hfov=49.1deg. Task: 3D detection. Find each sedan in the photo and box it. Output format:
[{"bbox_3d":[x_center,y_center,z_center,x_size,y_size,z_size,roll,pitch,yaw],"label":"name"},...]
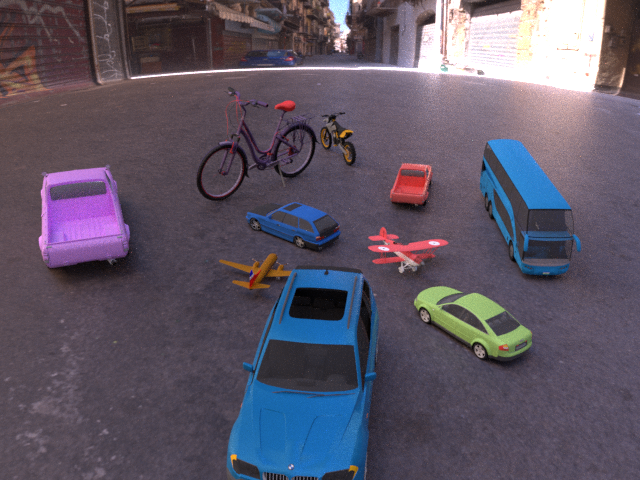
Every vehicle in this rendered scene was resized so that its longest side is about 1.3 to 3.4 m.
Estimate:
[{"bbox_3d":[1.817,0.917,8.473,0.635,0.483,1.613,-18,32,-31],"label":"sedan"}]

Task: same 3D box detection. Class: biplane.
[{"bbox_3d":[1.172,0.140,10.007,1.336,0.504,1.090,-14,30,-26],"label":"biplane"}]

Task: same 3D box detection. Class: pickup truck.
[{"bbox_3d":[-3.653,-0.487,10.718,1.244,0.993,3.117,-9,28,-17],"label":"pickup truck"},{"bbox_3d":[1.630,-1.034,12.356,0.640,0.511,1.603,6,27,12],"label":"pickup truck"}]

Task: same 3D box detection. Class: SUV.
[{"bbox_3d":[-0.062,1.279,7.025,1.276,1.128,3.058,3,27,6],"label":"SUV"}]

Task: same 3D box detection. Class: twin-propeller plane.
[{"bbox_3d":[-0.782,0.385,9.626,1.370,0.407,1.095,7,27,13],"label":"twin-propeller plane"}]

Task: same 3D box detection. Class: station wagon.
[{"bbox_3d":[-0.451,-0.315,10.955,1.597,0.473,0.682,20,33,35],"label":"station wagon"}]

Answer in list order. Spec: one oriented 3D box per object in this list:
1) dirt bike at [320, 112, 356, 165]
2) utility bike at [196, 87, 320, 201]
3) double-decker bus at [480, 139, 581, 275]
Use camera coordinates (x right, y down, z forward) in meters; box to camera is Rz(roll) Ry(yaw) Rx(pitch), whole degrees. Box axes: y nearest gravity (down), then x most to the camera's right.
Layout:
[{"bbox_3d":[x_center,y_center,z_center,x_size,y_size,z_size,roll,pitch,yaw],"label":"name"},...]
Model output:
[{"bbox_3d":[0.342,-2.083,14.071,0.527,0.857,1.493,-12,29,-23],"label":"dirt bike"},{"bbox_3d":[-0.966,-1.737,12.277,2.791,1.839,1.039,-23,34,-38],"label":"utility bike"},{"bbox_3d":[3.124,-0.567,10.811,0.756,1.052,3.251,0,27,1],"label":"double-decker bus"}]
